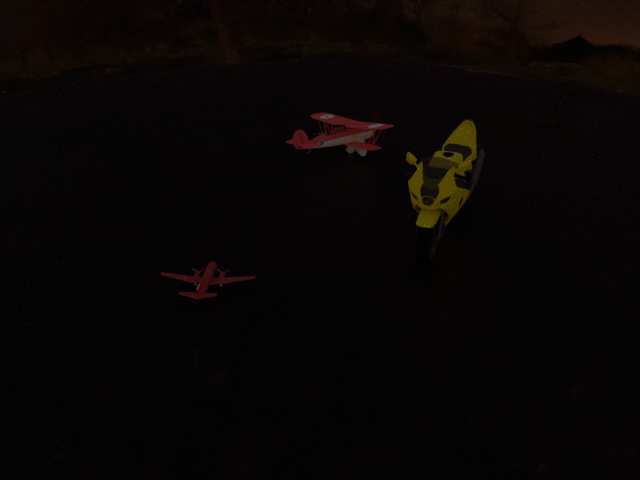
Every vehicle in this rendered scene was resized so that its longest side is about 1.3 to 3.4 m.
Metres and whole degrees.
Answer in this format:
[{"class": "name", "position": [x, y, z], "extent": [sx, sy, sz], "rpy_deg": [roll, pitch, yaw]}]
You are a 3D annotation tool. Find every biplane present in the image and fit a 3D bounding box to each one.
[{"class": "biplane", "position": [0.341, -2.123, 14.344], "extent": [2.120, 0.981, 2.598], "rpy_deg": [-17, 32, -29]}]

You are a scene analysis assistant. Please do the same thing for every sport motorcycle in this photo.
[{"class": "sport motorcycle", "position": [2.018, -0.835, 11.193], "extent": [0.983, 1.596, 2.955], "rpy_deg": [11, 29, 20]}]

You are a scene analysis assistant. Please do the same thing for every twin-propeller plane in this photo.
[{"class": "twin-propeller plane", "position": [-1.607, 0.521, 9.870], "extent": [1.370, 0.407, 1.095], "rpy_deg": [2, 27, 4]}]
